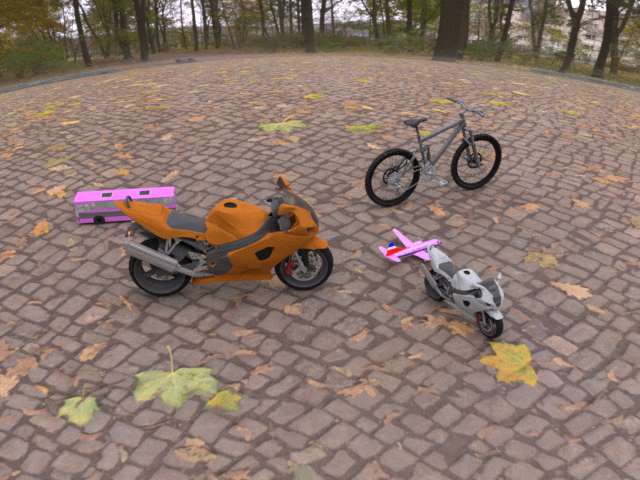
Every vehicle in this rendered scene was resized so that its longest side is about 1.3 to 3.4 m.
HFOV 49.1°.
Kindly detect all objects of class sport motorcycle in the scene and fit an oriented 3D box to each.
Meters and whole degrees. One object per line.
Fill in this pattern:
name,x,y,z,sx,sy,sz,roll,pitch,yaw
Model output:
sport motorcycle,-1.280,0.045,9.779,2.955,1.596,0.983,-2,29,-3
sport motorcycle,1.925,0.681,9.435,0.506,0.821,1.520,-17,33,-28

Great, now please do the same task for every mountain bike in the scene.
mountain bike,2.093,-1.529,12.507,2.857,1.688,1.114,-12,31,-21

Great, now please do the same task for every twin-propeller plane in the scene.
twin-propeller plane,1.472,0.105,10.892,1.095,0.407,1.370,-16,33,-26

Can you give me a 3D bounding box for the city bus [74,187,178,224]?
city bus,-3.329,-0.588,12.081,1.674,0.460,0.476,-4,29,-7
